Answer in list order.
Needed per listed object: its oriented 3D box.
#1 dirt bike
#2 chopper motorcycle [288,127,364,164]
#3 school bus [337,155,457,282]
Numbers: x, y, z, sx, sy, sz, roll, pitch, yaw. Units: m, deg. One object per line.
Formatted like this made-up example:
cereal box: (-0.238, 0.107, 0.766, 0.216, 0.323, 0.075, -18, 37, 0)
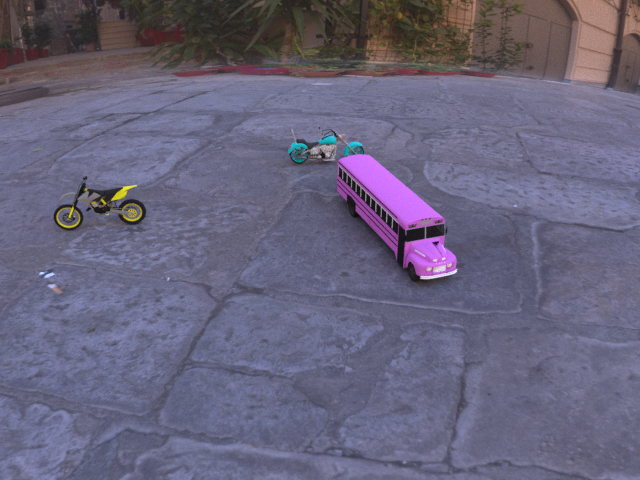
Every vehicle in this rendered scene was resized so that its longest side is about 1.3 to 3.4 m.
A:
dirt bike: (-3.678, -0.593, 11.639, 1.493, 0.857, 0.527, -6, 29, -11)
chopper motorcycle: (0.126, -1.933, 14.257, 1.563, 0.761, 0.466, -5, 28, -9)
school bus: (1.176, -0.432, 11.352, 0.709, 0.844, 3.322, -10, 30, -18)
